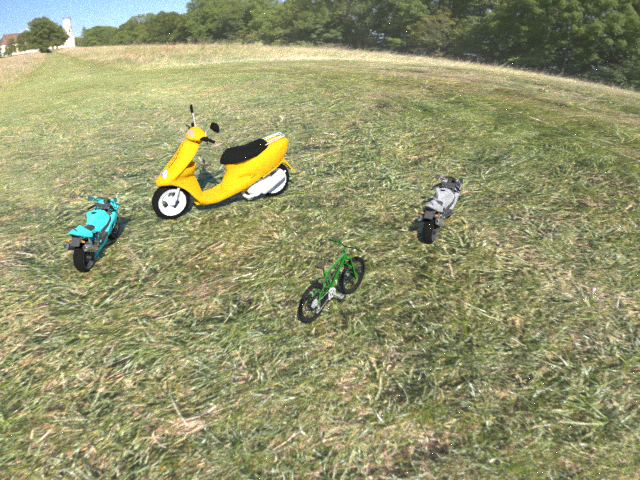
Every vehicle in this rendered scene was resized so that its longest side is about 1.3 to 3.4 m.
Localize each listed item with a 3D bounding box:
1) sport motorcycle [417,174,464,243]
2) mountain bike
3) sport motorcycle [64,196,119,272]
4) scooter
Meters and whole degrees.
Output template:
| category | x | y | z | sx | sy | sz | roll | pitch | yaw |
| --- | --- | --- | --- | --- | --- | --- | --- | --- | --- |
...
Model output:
| category | x | y | z | sx | sy | sz | roll | pitch | yaw |
| --- | --- | --- | --- | --- | --- | --- | --- | --- | --- |
| sport motorcycle | 2.017 | -0.542 | 11.697 | 0.506 | 0.821 | 1.520 | 13 | 31 | 23 |
| mountain bike | 0.189 | 0.539 | 9.642 | 0.573 | 0.868 | 1.469 | 21 | 35 | 33 |
| sport motorcycle | -3.503 | -0.139 | 10.950 | 0.506 | 0.821 | 1.520 | 4 | 29 | 7 |
| scooter | -1.681 | -1.403 | 12.275 | 2.721 | 1.786 | 1.288 | -15 | 32 | -25 |
